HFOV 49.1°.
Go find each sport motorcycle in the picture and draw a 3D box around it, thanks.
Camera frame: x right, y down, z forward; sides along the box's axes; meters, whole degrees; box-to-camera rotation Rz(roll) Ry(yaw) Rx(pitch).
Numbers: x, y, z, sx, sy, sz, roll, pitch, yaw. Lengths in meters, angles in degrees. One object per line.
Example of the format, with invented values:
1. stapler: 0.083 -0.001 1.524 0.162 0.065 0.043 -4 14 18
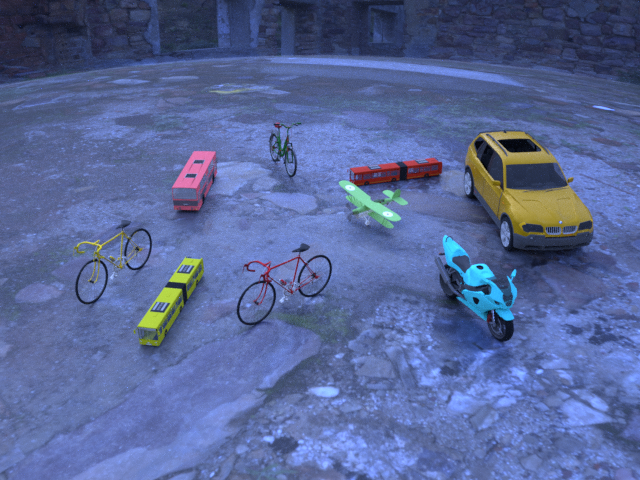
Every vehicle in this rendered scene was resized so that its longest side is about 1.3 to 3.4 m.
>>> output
1. sport motorcycle: 1.922 0.585 8.640 0.506 0.821 1.520 -11 30 -20

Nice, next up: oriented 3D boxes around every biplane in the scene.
1. biplane: 0.893 -0.542 11.104 1.090 0.504 1.336 -21 34 -34

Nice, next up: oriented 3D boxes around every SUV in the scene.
1. SUV: 3.203 -0.863 11.043 1.276 1.128 3.058 -3 28 -5

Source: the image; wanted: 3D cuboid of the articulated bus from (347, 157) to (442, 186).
1. articulated bus: 1.366 -1.235 12.643 1.749 0.289 0.311 -9 29 -16

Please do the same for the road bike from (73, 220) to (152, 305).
1. road bike: -2.723 0.221 9.293 0.358 0.852 1.545 12 30 22

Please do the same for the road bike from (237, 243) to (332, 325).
1. road bike: -0.418 0.507 8.754 1.545 0.852 0.358 -23 36 -36

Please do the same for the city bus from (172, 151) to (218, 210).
1. city bus: -2.130 -1.018 12.051 0.476 0.460 1.674 2 28 3

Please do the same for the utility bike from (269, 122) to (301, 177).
1. utility bike: -0.655 -1.789 12.986 0.535 0.946 1.435 -11 30 -20

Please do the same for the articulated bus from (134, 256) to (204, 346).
1. articulated bus: -1.871 0.739 8.917 0.311 0.289 1.749 5 28 9
